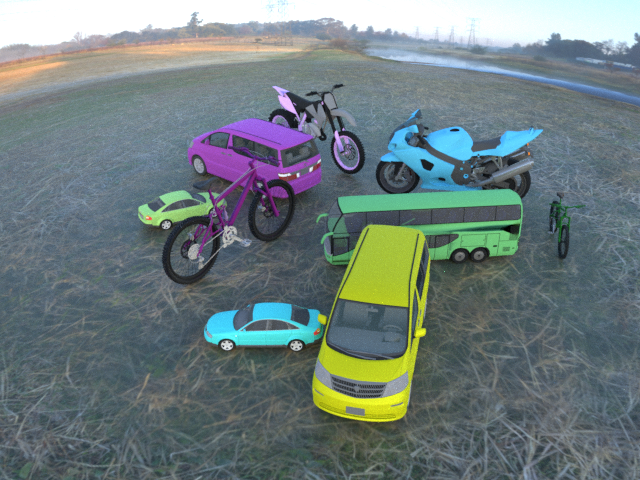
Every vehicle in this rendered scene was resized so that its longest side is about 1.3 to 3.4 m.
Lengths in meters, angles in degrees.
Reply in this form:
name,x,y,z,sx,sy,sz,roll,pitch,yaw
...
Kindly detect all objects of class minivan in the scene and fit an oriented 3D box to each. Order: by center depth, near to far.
name,x,y,z,sx,sy,sz,roll,pitch,yaw
minivan,0.746,0.958,9.055,1.324,1.197,3.011,7,30,12
minivan,-1.386,-1.748,13.954,3.011,1.197,1.324,23,37,36

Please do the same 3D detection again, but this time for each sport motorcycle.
name,x,y,z,sx,sy,sz,roll,pitch,yaw
sport motorcycle,2.524,-1.484,13.064,2.955,1.596,0.983,5,29,9

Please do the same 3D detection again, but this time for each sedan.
name,x,y,z,sx,sy,sz,roll,pitch,yaw
sedan,-0.761,1.138,9.468,1.613,0.483,0.635,0,29,0
sedan,-2.469,-0.619,12.649,1.613,0.483,0.635,-16,33,-27

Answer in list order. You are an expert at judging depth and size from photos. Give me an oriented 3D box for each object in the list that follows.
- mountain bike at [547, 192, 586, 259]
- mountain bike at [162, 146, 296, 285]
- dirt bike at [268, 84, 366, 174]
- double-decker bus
name,x,y,z,sx,sy,sz,roll,pitch,yaw
mountain bike,4.018,-0.322,11.713,0.573,0.868,1.469,4,29,6
mountain bike,-1.366,-0.432,11.065,1.114,1.688,2.857,22,36,34
dirt bike,-0.120,-2.455,14.750,1.024,1.666,2.903,-25,38,-38
double-decker bus,1.593,-0.197,11.297,3.251,1.052,0.756,-3,29,-5
